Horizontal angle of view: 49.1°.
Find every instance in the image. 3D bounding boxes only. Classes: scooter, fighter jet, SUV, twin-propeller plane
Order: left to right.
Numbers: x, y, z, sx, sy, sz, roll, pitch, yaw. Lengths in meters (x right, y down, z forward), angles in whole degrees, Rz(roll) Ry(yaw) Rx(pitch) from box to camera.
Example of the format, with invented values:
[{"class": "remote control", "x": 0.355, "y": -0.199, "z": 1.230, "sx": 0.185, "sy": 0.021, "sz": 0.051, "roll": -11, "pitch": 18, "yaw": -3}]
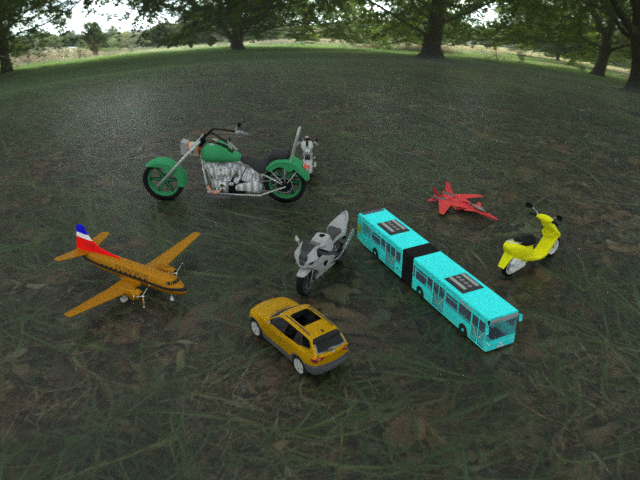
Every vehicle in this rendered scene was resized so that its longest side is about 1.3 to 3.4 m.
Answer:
[{"class": "twin-propeller plane", "x": -2.753, "y": 0.335, "z": 10.069, "sx": 2.129, "sy": 0.792, "sz": 2.663, "roll": 16, "pitch": 32, "yaw": 26}, {"class": "SUV", "x": -0.288, "y": 1.115, "z": 8.851, "sx": 0.656, "sy": 0.580, "sz": 1.572, "roll": -20, "pitch": 34, "yaw": -32}, {"class": "fighter jet", "x": 2.612, "y": -0.660, "z": 12.433, "sx": 1.147, "sy": 0.286, "sz": 1.358, "roll": -23, "pitch": 36, "yaw": -36}, {"class": "scooter", "x": 3.216, "y": -0.008, "z": 10.568, "sx": 1.399, "sy": 0.919, "sz": 0.662, "roll": -20, "pitch": 34, "yaw": -32}]

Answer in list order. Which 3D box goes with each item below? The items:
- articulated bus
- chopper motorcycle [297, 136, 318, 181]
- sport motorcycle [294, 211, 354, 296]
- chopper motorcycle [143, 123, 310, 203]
[{"class": "articulated bus", "x": 1.559, "y": 0.452, "z": 10.093, "sx": 0.605, "sy": 0.561, "sz": 3.401, "roll": -13, "pitch": 31, "yaw": -23}, {"class": "chopper motorcycle", "x": -0.253, "y": -1.735, "z": 13.916, "sx": 0.466, "sy": 0.761, "sz": 1.563, "roll": -1, "pitch": 28, "yaw": -2}, {"class": "sport motorcycle", "x": 0.048, "y": 0.185, "z": 10.313, "sx": 0.506, "sy": 0.821, "sz": 1.520, "roll": 14, "pitch": 32, "yaw": 24}, {"class": "chopper motorcycle", "x": -1.695, "y": -1.369, "z": 12.488, "sx": 3.040, "sy": 1.480, "sz": 0.906, "roll": 3, "pitch": 29, "yaw": 6}]
